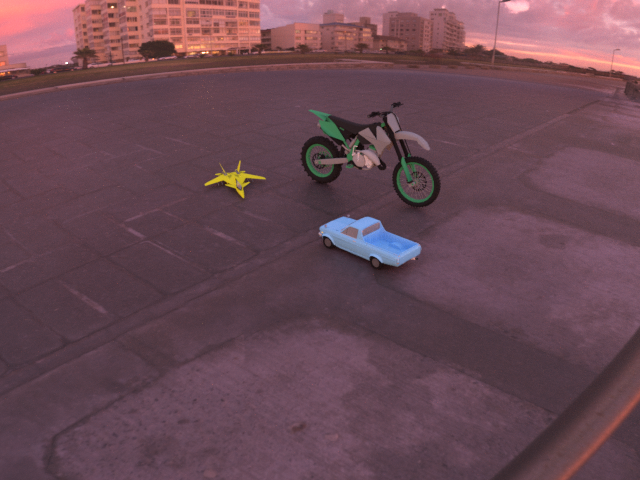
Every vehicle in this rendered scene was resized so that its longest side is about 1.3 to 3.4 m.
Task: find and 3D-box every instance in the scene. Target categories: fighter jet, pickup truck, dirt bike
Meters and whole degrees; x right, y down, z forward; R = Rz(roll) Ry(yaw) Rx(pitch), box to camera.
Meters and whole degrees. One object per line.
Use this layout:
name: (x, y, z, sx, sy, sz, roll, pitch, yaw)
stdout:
fighter jet: (-1.553, -1.112, 12.991, 1.147, 0.286, 1.358, -8, 27, -15)
pickup truck: (0.727, -0.022, 10.525, 1.603, 0.511, 0.640, 23, 34, 38)
dirt bike: (0.846, -1.583, 12.386, 2.903, 1.666, 1.024, 17, 31, 31)
